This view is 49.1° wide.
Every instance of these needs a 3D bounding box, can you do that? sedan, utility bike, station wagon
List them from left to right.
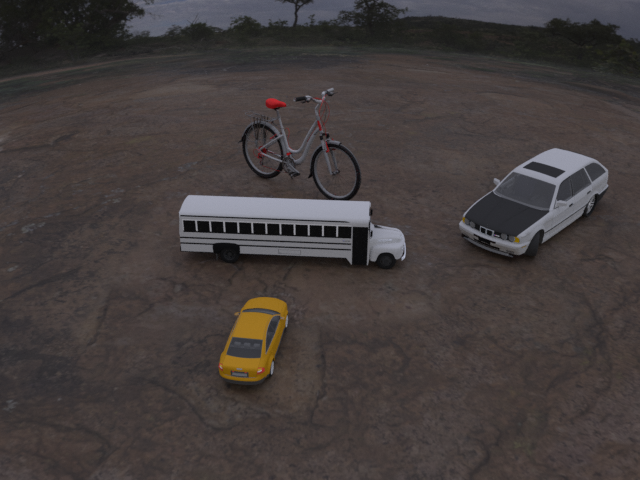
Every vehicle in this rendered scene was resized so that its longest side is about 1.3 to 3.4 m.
[{"bbox_3d":[-0.780,1.126,8.497,0.635,0.483,1.613,4,30,8],"label":"sedan"},{"bbox_3d":[-0.358,-1.794,12.289,2.791,1.839,1.039,21,35,32],"label":"utility bike"},{"bbox_3d":[3.513,-0.711,11.306,1.327,0.920,3.105,25,38,37],"label":"station wagon"}]

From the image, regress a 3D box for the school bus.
[{"bbox_3d":[-0.385,-0.145,10.381,3.322,0.844,0.709,2,30,4],"label":"school bus"}]
